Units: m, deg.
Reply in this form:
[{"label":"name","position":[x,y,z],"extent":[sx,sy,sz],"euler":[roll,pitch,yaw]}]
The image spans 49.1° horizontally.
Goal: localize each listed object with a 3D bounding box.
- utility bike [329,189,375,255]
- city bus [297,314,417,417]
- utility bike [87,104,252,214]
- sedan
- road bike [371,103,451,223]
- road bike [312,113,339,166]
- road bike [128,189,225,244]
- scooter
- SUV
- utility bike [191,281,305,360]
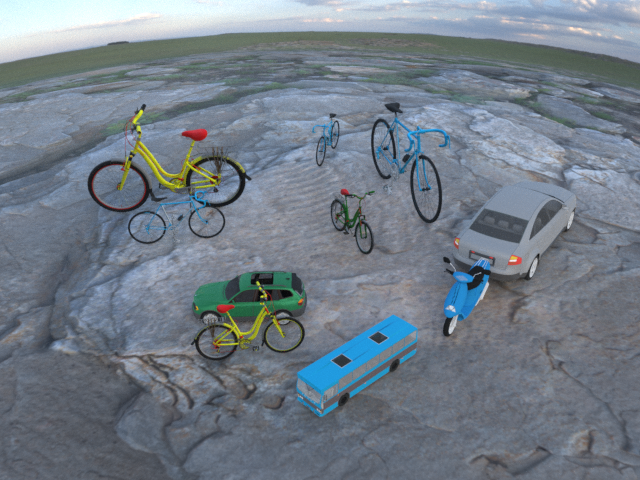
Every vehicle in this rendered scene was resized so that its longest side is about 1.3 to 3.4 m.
[{"label":"utility bike","position":[0.543,-0.424,11.267],"extent":[0.535,0.946,1.435],"euler":[-14,33,-23]},{"label":"city bus","position":[0.475,1.495,8.424],"extent":[1.674,0.460,0.476],"euler":[-25,38,-36]},{"label":"utility bike","position":[-2.569,-1.262,11.829],"extent":[2.791,1.839,1.039],"euler":[-4,30,-6]},{"label":"sedan","position":[3.187,-0.345,11.137],"extent":[1.235,0.940,3.137],"euler":[19,35,30]},{"label":"road bike","position":[1.490,-1.506,12.435],"extent":[0.696,1.656,3.004],"euler":[-9,31,-16]},{"label":"road bike","position":[0.169,-2.100,14.271],"extent":[0.358,0.852,1.545],"euler":[9,31,16]},{"label":"road bike","position":[-2.306,-0.355,11.242],"extent":[1.545,0.852,0.358],"euler":[-6,30,-10]},{"label":"scooter","position":[1.995,0.635,9.457],"extent":[0.662,0.919,1.399],"euler":[18,34,28]},{"label":"SUV","position":[-0.963,0.764,9.572],"extent":[1.572,0.580,0.656],"euler":[-1,30,-1]},{"label":"utility bike","position":[-0.909,1.034,8.737],"extent":[1.435,0.946,0.535],"euler":[-5,30,-9]}]
